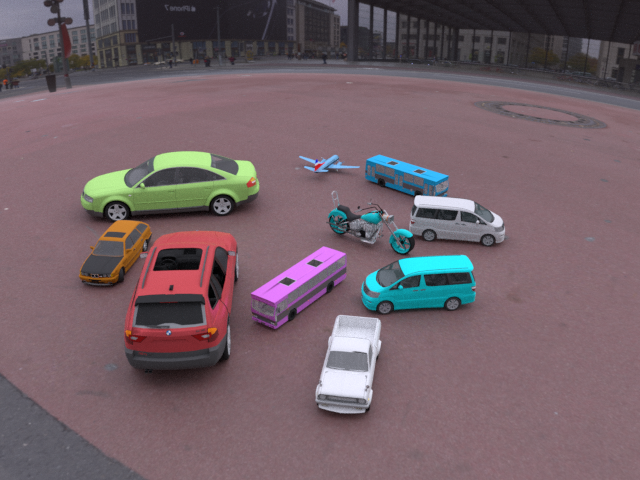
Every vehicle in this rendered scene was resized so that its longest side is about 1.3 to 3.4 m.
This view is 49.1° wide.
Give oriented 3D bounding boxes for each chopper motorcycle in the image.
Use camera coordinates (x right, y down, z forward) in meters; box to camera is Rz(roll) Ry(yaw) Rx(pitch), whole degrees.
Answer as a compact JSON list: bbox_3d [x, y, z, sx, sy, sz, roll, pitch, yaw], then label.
[{"bbox_3d":[0.804,-0.281,11.219,1.563,0.761,0.466,17,31,30],"label":"chopper motorcycle"}]

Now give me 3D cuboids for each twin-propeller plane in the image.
[{"bbox_3d":[0.138,-1.581,14.169,1.370,0.407,1.095,13,30,24],"label":"twin-propeller plane"}]

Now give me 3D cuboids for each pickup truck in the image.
[{"bbox_3d":[0.363,1.377,8.231,0.640,0.511,1.603,4,27,8],"label":"pickup truck"}]

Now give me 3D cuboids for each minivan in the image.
[{"bbox_3d":[2.259,-0.337,11.490,1.548,0.616,0.681,5,27,10],"label":"minivan"},{"bbox_3d":[1.350,0.590,9.665,1.548,0.616,0.681,-3,27,-5],"label":"minivan"}]

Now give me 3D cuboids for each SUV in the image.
[{"bbox_3d":[-1.755,0.547,9.184,1.276,1.128,3.058,-1,27,-3],"label":"SUV"}]

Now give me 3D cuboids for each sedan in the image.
[{"bbox_3d":[-2.661,-1.028,12.493,3.137,0.940,1.235,-4,27,-8],"label":"sedan"}]

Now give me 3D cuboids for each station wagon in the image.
[{"bbox_3d":[-3.120,0.141,10.707,0.682,0.473,1.597,4,27,7],"label":"station wagon"}]

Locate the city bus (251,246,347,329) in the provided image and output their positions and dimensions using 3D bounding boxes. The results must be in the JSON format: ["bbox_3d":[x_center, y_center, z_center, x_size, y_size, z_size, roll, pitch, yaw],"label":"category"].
[{"bbox_3d":[-0.262,0.648,9.723,0.476,0.460,1.674,18,32,31],"label":"city bus"}]

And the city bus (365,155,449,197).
[{"bbox_3d":[1.626,-1.162,13.287,1.674,0.460,0.476,23,35,38],"label":"city bus"}]
